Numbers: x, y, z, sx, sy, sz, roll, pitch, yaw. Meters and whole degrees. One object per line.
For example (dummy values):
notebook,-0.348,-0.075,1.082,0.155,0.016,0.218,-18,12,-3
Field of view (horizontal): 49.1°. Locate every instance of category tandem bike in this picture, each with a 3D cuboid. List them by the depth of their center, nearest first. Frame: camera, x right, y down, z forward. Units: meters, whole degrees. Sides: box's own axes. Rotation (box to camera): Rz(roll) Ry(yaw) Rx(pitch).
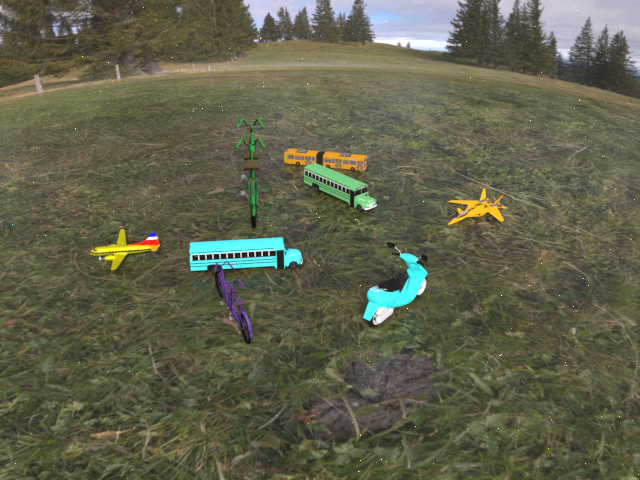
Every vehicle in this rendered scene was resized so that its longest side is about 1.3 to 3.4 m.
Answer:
tandem bike,-1.186,0.769,9.400,0.283,0.682,1.642,-11,29,-20
tandem bike,-1.246,-1.355,12.809,0.550,1.326,3.192,-2,27,-5

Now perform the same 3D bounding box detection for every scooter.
scooter,1.068,0.580,9.507,0.662,0.919,1.399,22,35,36

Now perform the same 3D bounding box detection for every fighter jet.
fighter jet,2.691,-0.552,12.387,1.358,0.286,1.147,-23,35,-37

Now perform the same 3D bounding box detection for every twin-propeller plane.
twin-propeller plane,-3.076,0.101,10.992,1.095,0.407,1.370,-4,28,-8

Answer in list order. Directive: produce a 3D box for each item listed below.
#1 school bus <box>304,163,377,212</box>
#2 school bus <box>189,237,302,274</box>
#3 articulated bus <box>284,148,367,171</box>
school bus,0.369,-0.988,13.070,0.365,0.434,1.708,-22,35,-36
school bus,-1.126,0.229,10.714,1.708,0.434,0.365,-3,28,-6
articulated bus,0.116,-1.672,14.551,1.749,0.289,0.311,7,28,13
